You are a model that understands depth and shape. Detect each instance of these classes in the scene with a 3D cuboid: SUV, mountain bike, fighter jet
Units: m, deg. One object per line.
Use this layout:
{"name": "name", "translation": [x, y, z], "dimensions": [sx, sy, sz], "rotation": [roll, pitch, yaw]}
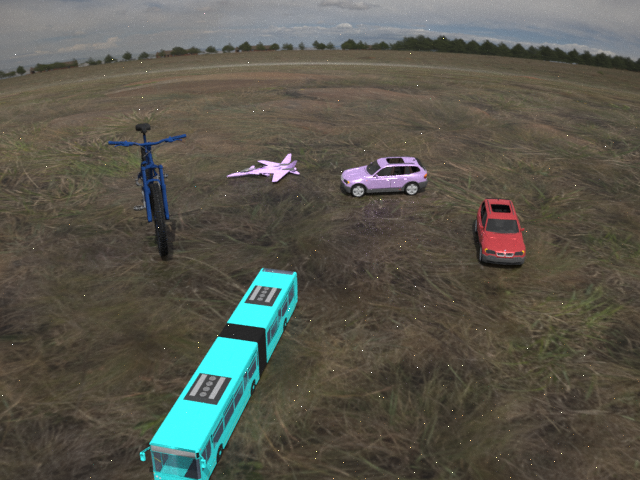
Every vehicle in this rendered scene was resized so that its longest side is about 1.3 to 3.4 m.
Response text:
{"name": "SUV", "translation": [1.159, -1.171, 12.647], "dimensions": [1.572, 0.580, 0.656], "rotation": [-2, 27, -5]}
{"name": "mountain bike", "translation": [-2.657, -0.952, 10.996], "dimensions": [1.114, 1.688, 2.857], "rotation": [-8, 28, -15]}
{"name": "fighter jet", "translation": [-1.119, -1.376, 13.374], "dimensions": [1.358, 0.286, 1.147], "rotation": [-9, 28, -16]}
{"name": "SUV", "translation": [2.735, -0.155, 10.651], "dimensions": [0.656, 0.580, 1.572], "rotation": [3, 27, 7]}

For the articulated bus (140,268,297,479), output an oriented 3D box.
{"name": "articulated bus", "translation": [-0.921, 1.338, 7.740], "dimensions": [0.605, 0.561, 3.401], "rotation": [6, 28, 12]}
